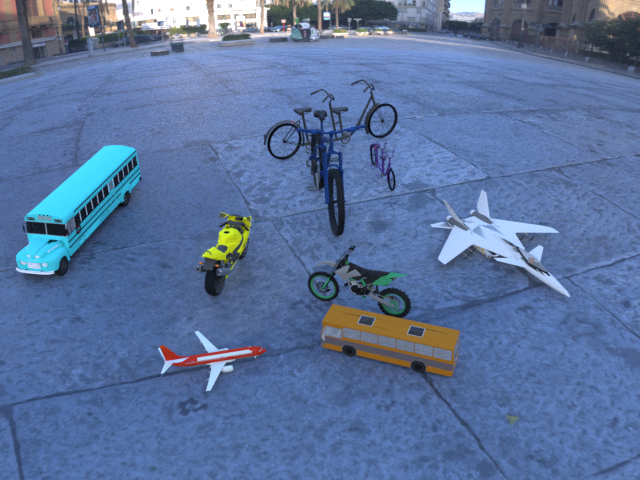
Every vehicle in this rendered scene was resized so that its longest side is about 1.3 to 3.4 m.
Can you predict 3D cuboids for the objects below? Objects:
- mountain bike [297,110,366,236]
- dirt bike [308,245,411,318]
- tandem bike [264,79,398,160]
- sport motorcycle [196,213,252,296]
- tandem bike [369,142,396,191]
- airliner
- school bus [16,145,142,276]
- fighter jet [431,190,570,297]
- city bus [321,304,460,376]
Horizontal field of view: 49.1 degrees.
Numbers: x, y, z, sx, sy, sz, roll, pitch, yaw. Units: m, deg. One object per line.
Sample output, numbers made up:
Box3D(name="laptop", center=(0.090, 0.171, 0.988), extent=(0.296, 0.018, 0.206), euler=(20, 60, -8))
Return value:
Box3D(name="mountain bike", center=(0.102, -1.309, 11.932), extent=(1.114, 1.688, 2.857), euler=(-5, 30, -8))
Box3D(name="dirt bike", center=(0.518, 0.584, 9.470), extent=(1.493, 0.857, 0.527), euler=(12, 32, 19))
Box3D(name="tandem bike", center=(0.283, -2.491, 14.355), extent=(3.192, 1.326, 0.550), euler=(-16, 33, -25))
Box3D(name="sport motorcycle", center=(-1.354, 0.167, 10.232), extent=(0.506, 0.821, 1.520), euler=(8, 31, 13))
Box3D(name="tandem bike", center=(1.187, -1.521, 13.313), extent=(0.283, 0.682, 1.642), euler=(-6, 30, -10))
Box3D(name="airliner", center=(-1.300, 1.358, 8.550), extent=(1.307, 0.429, 1.161), euler=(-8, 31, -13))
Box3D(name="school bus", center=(-3.894, -0.552, 11.461), extent=(0.709, 0.844, 3.322), euler=(5, 30, 8))
Box3D(name="fighter jet", center=(2.906, 0.053, 10.695), extent=(2.229, 0.557, 2.640), euler=(-14, 33, -22))
Box3D(name="city bus", center=(0.867, 1.252, 8.705), extent=(1.674, 0.460, 0.476), euler=(10, 31, 17))
